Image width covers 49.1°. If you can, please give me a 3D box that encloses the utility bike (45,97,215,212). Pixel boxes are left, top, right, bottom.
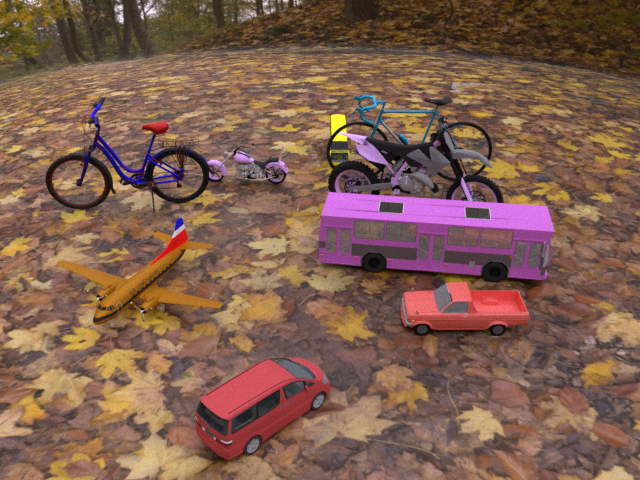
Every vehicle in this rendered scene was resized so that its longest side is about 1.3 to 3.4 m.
[{"bbox_3d":[-3.154,-1.320,11.538,2.791,1.839,1.039,-5,30,-8],"label":"utility bike"}]

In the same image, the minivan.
[{"bbox_3d":[-0.573,1.674,7.480,1.548,0.616,0.681,-26,38,-38],"label":"minivan"}]

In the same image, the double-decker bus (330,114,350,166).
[{"bbox_3d":[0.373,-1.998,14.058,0.389,0.541,1.672,0,29,0],"label":"double-decker bus"}]

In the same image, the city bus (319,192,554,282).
[{"bbox_3d":[1.647,-0.036,10.224,3.255,0.894,0.926,4,30,7],"label":"city bus"}]

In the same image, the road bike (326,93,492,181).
[{"bbox_3d":[1.620,-1.813,12.596,3.004,1.656,0.697,0,29,0],"label":"road bike"}]

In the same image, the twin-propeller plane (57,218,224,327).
[{"bbox_3d":[-2.382,0.438,9.491,2.663,0.792,2.129,12,32,21],"label":"twin-propeller plane"}]

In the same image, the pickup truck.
[{"bbox_3d":[1.857,0.856,9.036,1.603,0.511,0.640,0,29,0],"label":"pickup truck"}]

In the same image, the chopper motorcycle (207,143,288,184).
[{"bbox_3d":[-1.355,-1.391,12.760,1.563,0.761,0.466,4,30,7],"label":"chopper motorcycle"}]

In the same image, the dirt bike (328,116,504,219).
[{"bbox_3d":[1.526,-1.090,11.306,2.903,1.666,1.024,9,31,15],"label":"dirt bike"}]
